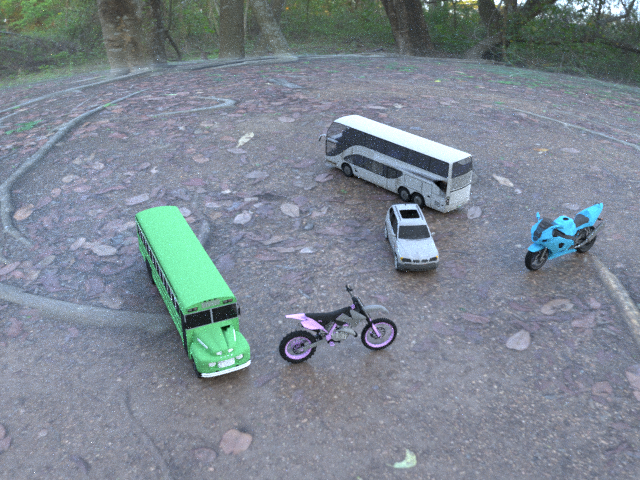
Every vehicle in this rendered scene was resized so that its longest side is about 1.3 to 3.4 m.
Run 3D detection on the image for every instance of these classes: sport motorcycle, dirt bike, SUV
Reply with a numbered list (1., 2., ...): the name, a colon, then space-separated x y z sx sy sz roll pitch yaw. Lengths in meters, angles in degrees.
1. sport motorcycle: 3.667 -0.054 10.523 1.520 0.821 0.506 -17 33 -28
2. dirt bike: 0.232 1.056 8.464 1.493 0.857 0.527 -7 29 -12
3. SUV: 1.398 -0.072 10.806 0.656 0.580 1.572 -2 29 -4

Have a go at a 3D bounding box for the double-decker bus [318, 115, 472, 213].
1. double-decker bus: 1.319 -1.474 12.867 0.756 1.052 3.251 -23 36 -36

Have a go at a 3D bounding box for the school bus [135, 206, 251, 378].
1. school bus: -1.760 0.586 9.333 0.709 0.844 3.322 -13 31 -22
